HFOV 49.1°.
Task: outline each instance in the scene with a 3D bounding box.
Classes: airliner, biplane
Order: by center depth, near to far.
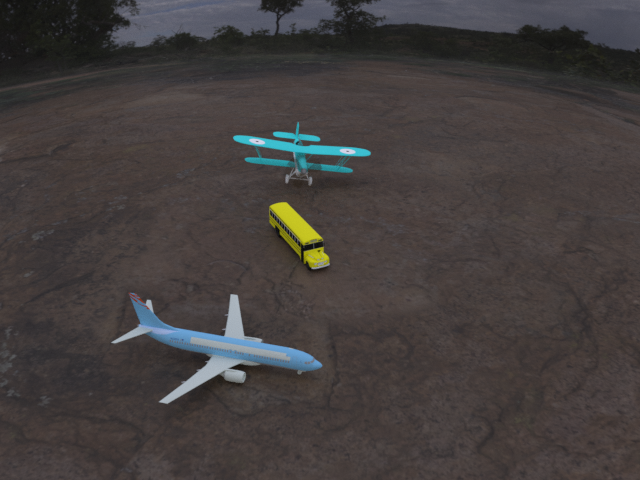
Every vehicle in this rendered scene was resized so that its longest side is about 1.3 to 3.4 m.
[{"bbox_3d":[-1.203,1.172,8.667,2.541,0.835,2.257,7,30,13],"label":"airliner"},{"bbox_3d":[-0.354,-1.693,13.649,2.598,0.981,2.120,-3,29,-5],"label":"biplane"}]

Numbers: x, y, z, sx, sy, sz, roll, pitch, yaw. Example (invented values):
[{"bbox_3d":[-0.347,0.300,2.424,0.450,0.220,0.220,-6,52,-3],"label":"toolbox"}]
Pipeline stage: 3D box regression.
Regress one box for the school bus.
[{"bbox_3d":[-0.345,-0.073,11.308,0.365,0.434,1.708,-13,32,-22],"label":"school bus"}]
